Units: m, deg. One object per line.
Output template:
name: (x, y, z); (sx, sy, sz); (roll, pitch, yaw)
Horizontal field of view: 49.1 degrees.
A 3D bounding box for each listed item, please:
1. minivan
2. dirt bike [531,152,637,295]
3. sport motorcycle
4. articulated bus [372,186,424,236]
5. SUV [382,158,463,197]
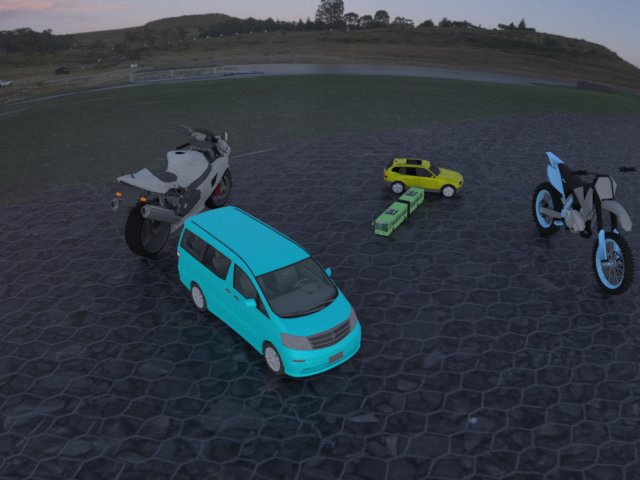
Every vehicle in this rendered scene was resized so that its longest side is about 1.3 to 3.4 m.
minivan: (-0.739, 0.593, 9.260); (1.324, 1.197, 3.011); (-20, 33, -34)
dirt bike: (4.033, -0.429, 10.770); (1.024, 1.666, 2.903); (-5, 27, -9)
sport motorcycle: (-2.328, -0.883, 11.749); (0.983, 1.596, 2.955); (12, 29, 22)
articulated bus: (1.434, -0.534, 12.510); (0.311, 0.289, 1.749); (13, 30, 25)
SUV: (1.997, -1.244, 13.598); (1.572, 0.580, 0.656); (5, 27, 9)
